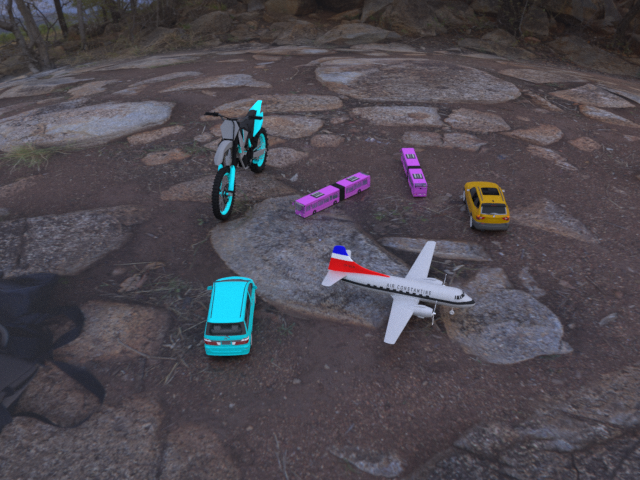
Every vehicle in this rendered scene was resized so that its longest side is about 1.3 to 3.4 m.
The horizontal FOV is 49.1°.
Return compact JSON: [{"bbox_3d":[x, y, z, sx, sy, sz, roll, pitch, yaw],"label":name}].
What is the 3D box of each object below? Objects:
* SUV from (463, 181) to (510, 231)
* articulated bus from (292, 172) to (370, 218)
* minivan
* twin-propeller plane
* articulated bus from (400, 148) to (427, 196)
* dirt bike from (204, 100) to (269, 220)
[{"bbox_3d":[2.887,-0.679,12.138,0.656,0.580,1.572,2,30,3],"label":"SUV"},{"bbox_3d":[0.245,-0.834,12.693,0.311,0.289,1.749,27,39,38],"label":"articulated bus"},{"bbox_3d":[-1.192,0.906,9.385,0.681,0.616,1.548,-1,30,-1],"label":"minivan"},{"bbox_3d":[1.118,0.570,9.786,2.129,0.792,2.663,10,32,17],"label":"twin-propeller plane"},{"bbox_3d":[1.807,-1.329,13.543,0.311,0.289,1.749,-1,30,-2],"label":"articulated bus"},{"bbox_3d":[-1.411,-1.596,12.633,1.024,1.666,2.903,7,31,11],"label":"dirt bike"}]
